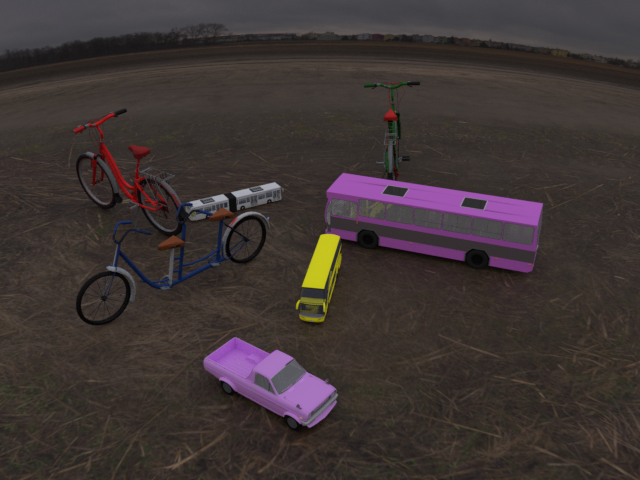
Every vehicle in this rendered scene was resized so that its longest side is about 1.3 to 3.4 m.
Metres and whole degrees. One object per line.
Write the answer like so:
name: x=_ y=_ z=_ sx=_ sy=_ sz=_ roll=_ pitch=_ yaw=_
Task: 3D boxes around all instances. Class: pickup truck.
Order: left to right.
pickup truck: x=-0.584 y=1.562 z=7.985 sx=1.603 sy=0.511 sz=0.640 roll=20 pitch=34 yaw=32

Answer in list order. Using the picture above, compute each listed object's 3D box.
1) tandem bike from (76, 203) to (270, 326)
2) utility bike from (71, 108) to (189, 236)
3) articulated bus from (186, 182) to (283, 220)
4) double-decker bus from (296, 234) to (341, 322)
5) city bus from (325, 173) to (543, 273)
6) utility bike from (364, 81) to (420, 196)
tandem bike: x=-1.939 y=0.131 z=9.746 sx=3.192 sy=1.326 sz=0.550 roll=-24 pitch=37 yaw=-37
utility bike: x=-3.234 y=-1.061 z=11.385 sx=2.791 sy=1.839 sz=1.039 roll=20 pitch=35 yaw=32
articulated bus: x=-1.489 y=-0.681 z=12.306 sx=1.749 sy=0.289 sz=0.311 roll=-16 pitch=32 yaw=-26
double-decker bus: x=0.020 y=0.527 z=9.840 sx=0.389 sy=0.541 sz=1.672 roll=5 pitch=29 yaw=9
city bus: x=1.731 y=-0.268 z=10.923 sx=3.255 sy=0.894 sz=0.926 roll=11 pitch=30 yaw=18
utility bike: x=1.283 y=-1.973 z=13.049 sx=1.039 sy=1.839 sz=2.791 roll=4 pitch=29 yaw=7
